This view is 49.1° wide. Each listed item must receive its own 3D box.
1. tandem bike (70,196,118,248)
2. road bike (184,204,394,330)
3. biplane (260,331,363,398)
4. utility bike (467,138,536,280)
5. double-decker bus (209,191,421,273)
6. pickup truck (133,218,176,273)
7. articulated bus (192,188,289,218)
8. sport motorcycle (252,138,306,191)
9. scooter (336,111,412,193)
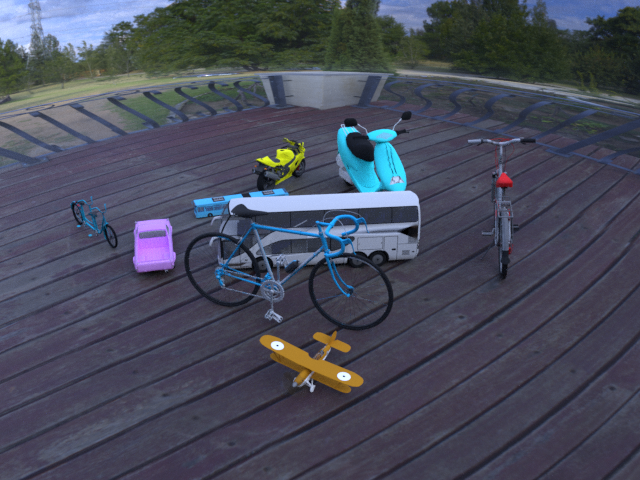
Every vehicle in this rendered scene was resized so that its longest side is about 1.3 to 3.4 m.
[{"bbox_3d":[-3.831,-0.388,11.781,0.283,0.682,1.642,-23,35,-37],"label":"tandem bike"},{"bbox_3d":[-0.481,0.331,9.316,3.004,1.656,0.696,9,28,16],"label":"road bike"},{"bbox_3d":[-0.036,1.464,8.371,1.336,0.504,1.090,13,30,24],"label":"biplane"},{"bbox_3d":[2.771,-0.636,10.998,1.039,1.839,2.791,5,28,9],"label":"utility bike"},{"bbox_3d":[-0.074,-0.146,10.905,3.251,1.052,0.756,-3,27,-5],"label":"double-decker bus"},{"bbox_3d":[-2.648,0.041,11.133,0.640,0.511,1.603,-6,28,-12],"label":"pickup truck"},{"bbox_3d":[-1.435,-0.676,12.771,1.749,0.289,0.311,-9,28,-17],"label":"articulated bus"},{"bbox_3d":[-0.750,-1.459,13.712,0.506,0.821,1.520,17,32,30],"label":"sport motorcycle"},{"bbox_3d":[0.904,-1.501,12.737,1.288,1.786,2.721,-10,29,-19],"label":"scooter"}]
